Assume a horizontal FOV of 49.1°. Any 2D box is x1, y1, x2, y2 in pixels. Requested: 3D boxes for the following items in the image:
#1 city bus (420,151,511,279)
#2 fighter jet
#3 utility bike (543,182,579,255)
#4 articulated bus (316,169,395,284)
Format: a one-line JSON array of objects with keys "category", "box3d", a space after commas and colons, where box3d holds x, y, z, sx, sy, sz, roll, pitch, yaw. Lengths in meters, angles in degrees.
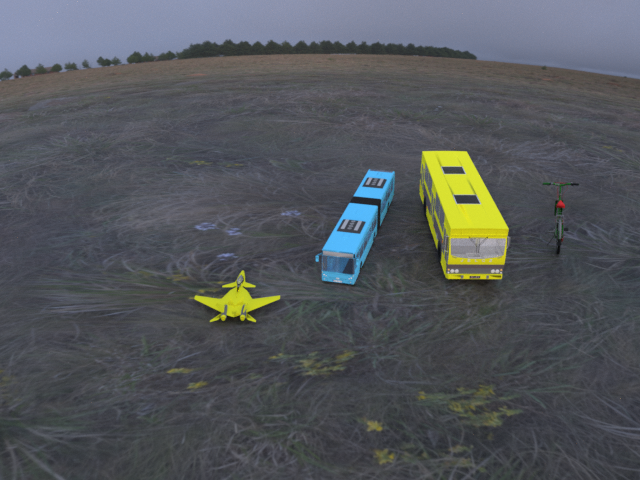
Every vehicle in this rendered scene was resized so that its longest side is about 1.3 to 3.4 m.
[{"category": "city bus", "box3d": [2.167, -0.462, 11.053, 0.926, 0.894, 3.255, 0, 26, 1]}, {"category": "fighter jet", "box3d": [-1.109, 0.659, 9.460, 1.147, 0.286, 1.358, 0, 26, 0]}, {"category": "utility bike", "box3d": [3.677, -0.403, 10.877, 0.535, 0.946, 1.435, 7, 27, 14]}, {"category": "articulated bus", "box3d": [0.669, -0.316, 11.135, 0.605, 0.561, 3.401, 7, 27, 13]}]
